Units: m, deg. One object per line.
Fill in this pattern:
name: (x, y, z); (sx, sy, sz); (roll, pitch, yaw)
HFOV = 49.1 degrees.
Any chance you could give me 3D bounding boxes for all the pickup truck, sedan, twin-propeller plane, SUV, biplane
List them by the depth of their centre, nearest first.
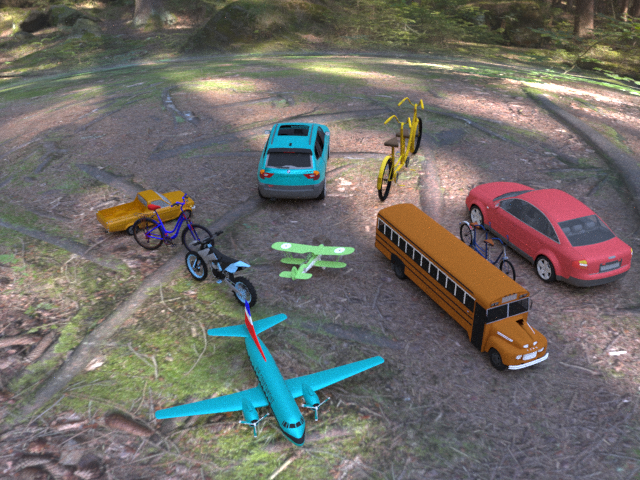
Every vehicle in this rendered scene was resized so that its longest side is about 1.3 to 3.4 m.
twin-propeller plane: (-0.569, 1.492, 7.953); (2.663, 0.792, 2.129); (-11, 31, -18)
biplane: (-0.186, 0.317, 10.353); (1.336, 0.504, 1.090); (13, 32, 21)
sedan: (3.482, -0.307, 11.025); (1.235, 0.940, 3.137); (-11, 31, -20)
pickup truck: (-2.938, -0.524, 11.853); (1.603, 0.511, 0.640); (-19, 34, -30)
SUV: (-0.456, -1.711, 13.346); (1.276, 1.128, 3.058); (1, 29, 3)

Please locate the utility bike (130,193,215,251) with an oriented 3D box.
utility bike: (-2.313, -0.249, 10.914); (1.435, 0.946, 0.535); (7, 30, 12)

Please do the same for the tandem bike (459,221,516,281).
tandem bike: (2.525, 0.073, 10.608); (0.283, 0.682, 1.642); (-9, 30, -16)

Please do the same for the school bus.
school bus: (1.847, 0.540, 9.605); (0.709, 0.844, 3.322); (-13, 32, -22)

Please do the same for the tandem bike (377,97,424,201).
tandem bike: (1.570, -1.838, 13.372); (0.550, 1.326, 3.192); (10, 31, 18)

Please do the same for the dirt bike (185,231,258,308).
dirt bike: (-1.435, 0.385, 9.869); (1.493, 0.857, 0.527); (24, 37, 36)
